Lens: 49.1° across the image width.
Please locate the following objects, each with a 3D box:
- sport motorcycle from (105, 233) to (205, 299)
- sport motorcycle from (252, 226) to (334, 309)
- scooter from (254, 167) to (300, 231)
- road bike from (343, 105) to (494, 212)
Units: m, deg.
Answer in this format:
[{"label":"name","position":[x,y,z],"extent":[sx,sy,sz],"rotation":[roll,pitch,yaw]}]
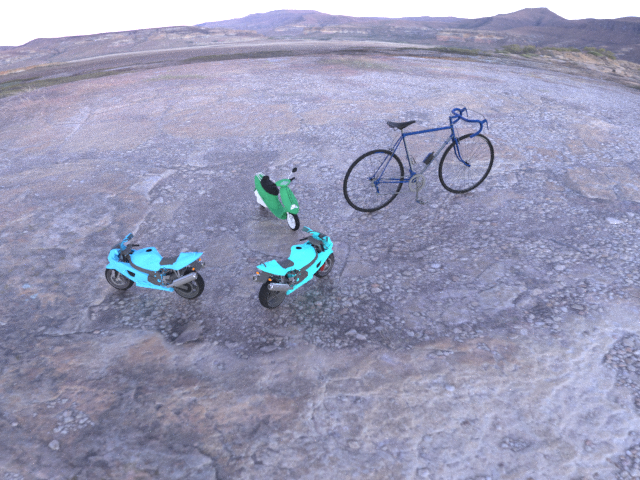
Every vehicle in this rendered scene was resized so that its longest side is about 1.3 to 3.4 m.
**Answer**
[{"label":"sport motorcycle","position":[-2.334,0.410,9.825],"extent":[1.520,0.821,0.506],"rotation":[6,31,10]},{"label":"sport motorcycle","position":[-0.315,0.384,9.870],"extent":[0.506,0.821,1.520],"rotation":[25,38,35]},{"label":"scooter","position":[-0.739,-0.788,11.773],"extent":[0.662,0.919,1.399],"rotation":[-19,35,-29]},{"label":"road bike","position":[1.769,-1.391,12.072],"extent":[3.004,1.656,0.697],"rotation":[-12,32,-20]}]
